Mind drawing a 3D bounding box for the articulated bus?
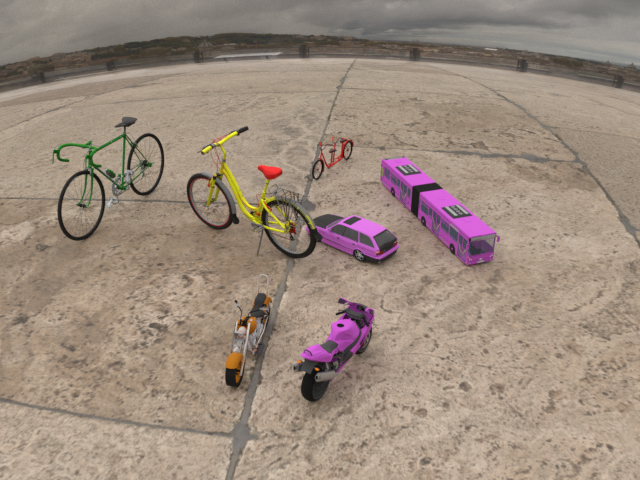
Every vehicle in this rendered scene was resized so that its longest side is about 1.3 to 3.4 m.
[{"bbox_3d":[1.937,-0.603,12.096,0.605,0.561,3.401,-10,30,-17],"label":"articulated bus"}]

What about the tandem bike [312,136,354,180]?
[{"bbox_3d":[0.276,-1.745,14.045,0.283,0.682,1.642,16,33,27],"label":"tandem bike"}]

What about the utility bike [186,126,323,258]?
[{"bbox_3d":[-1.172,-0.697,10.942,2.791,1.839,1.039,19,34,30],"label":"utility bike"}]

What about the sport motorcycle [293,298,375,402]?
[{"bbox_3d":[0.226,1.288,8.392,0.506,0.821,1.520,18,33,29],"label":"sport motorcycle"}]

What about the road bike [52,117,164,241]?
[{"bbox_3d":[-3.533,-1.190,12.028,0.697,1.656,3.004,11,31,18],"label":"road bike"}]

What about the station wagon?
[{"bbox_3d":[0.491,-0.120,11.311,1.597,0.473,0.682,23,36,36],"label":"station wagon"}]

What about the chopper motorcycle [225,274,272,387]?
[{"bbox_3d":[-0.893,1.111,8.775,0.466,0.761,1.563,6,29,11],"label":"chopper motorcycle"}]
